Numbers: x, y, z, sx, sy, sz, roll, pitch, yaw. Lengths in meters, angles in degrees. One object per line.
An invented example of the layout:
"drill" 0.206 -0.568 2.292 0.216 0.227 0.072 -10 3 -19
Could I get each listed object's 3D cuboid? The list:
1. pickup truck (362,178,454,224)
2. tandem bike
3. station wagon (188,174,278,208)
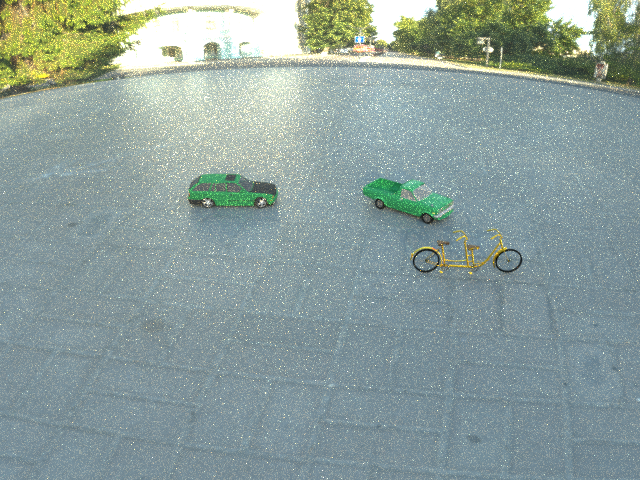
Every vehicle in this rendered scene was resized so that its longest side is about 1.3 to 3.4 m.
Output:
"pickup truck" 1.535 -0.769 12.239 1.603 0.511 0.640 20 33 34
"tandem bike" 2.144 0.179 10.208 1.642 0.682 0.283 0 27 0
"station wagon" -1.551 -0.906 12.547 1.597 0.473 0.682 0 27 1
